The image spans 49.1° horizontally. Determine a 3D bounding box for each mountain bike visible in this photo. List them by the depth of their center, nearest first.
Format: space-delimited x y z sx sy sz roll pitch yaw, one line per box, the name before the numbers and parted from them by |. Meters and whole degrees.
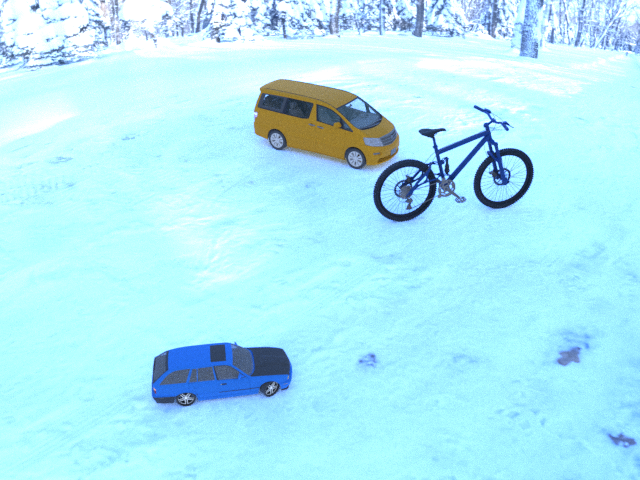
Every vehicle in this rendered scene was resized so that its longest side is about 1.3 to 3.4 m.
mountain bike | 2.238 -1.172 11.419 2.857 1.688 1.114 -8 31 -13

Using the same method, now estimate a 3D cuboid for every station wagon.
station wagon | -1.116 1.471 8.005 1.597 0.473 0.682 -5 30 -8

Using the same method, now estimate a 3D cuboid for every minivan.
minivan | 0.134 -2.368 14.014 3.011 1.197 1.324 17 34 27
